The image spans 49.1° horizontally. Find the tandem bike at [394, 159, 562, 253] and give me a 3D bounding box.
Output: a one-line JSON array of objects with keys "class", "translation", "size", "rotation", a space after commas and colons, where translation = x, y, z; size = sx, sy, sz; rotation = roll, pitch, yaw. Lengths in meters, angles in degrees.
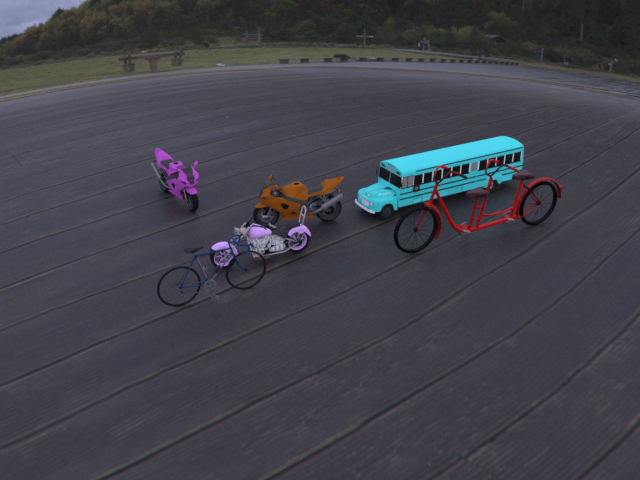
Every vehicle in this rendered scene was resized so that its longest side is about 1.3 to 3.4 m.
[{"class": "tandem bike", "translation": [2.539, -0.621, 10.869], "size": [3.192, 1.326, 0.550], "rotation": [-12, 29, -22]}]

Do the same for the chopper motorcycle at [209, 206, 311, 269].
[{"class": "chopper motorcycle", "translation": [-0.873, -0.043, 10.354], "size": [1.563, 0.761, 0.466], "rotation": [-11, 29, -20]}]

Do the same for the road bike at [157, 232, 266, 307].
[{"class": "road bike", "translation": [-1.437, 0.401, 9.378], "size": [1.545, 0.852, 0.358], "rotation": [-13, 30, -24]}]

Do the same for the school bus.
[{"class": "school bus", "translation": [2.151, -1.149, 12.440], "size": [3.322, 0.844, 0.709], "rotation": [-15, 30, -26]}]

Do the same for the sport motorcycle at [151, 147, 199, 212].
[{"class": "sport motorcycle", "translation": [-2.522, -1.073, 12.316], "size": [0.506, 0.821, 1.520], "rotation": [-18, 32, -31]}]

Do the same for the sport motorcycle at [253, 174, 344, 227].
[{"class": "sport motorcycle", "translation": [-0.350, -0.641, 11.465], "size": [1.520, 0.821, 0.506], "rotation": [-6, 28, -12]}]
